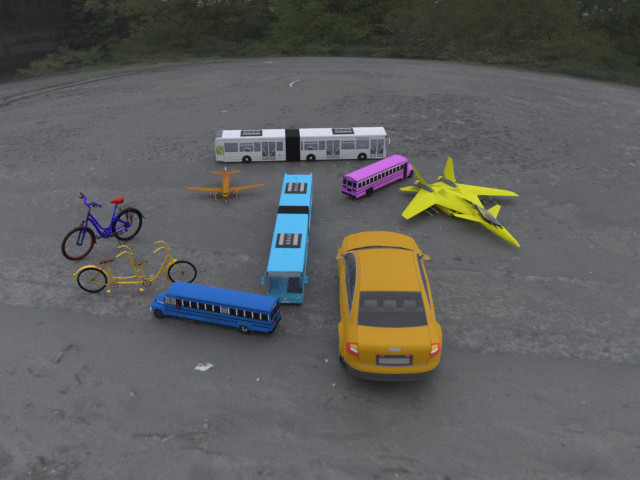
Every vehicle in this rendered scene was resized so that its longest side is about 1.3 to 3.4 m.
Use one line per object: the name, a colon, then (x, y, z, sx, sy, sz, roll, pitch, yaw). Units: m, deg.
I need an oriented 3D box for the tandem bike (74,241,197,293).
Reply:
tandem bike: (-2.516, 0.379, 9.522, 1.642, 0.682, 0.283, -4, 28, -8)

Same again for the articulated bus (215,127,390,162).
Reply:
articulated bus: (-0.352, -1.892, 13.885, 3.401, 0.561, 0.605, -2, 28, -3)

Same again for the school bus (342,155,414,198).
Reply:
school bus: (1.098, -1.176, 12.684, 0.365, 0.434, 1.708, 25, 37, 38)

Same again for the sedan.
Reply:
sedan: (0.817, 0.587, 8.860, 1.235, 0.940, 3.137, 0, 28, 1)

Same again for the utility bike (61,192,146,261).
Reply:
utility bike: (-3.200, -0.259, 10.431, 0.535, 0.946, 1.435, 23, 36, 37)

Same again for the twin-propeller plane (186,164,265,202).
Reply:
twin-propeller plane: (-1.674, -1.019, 12.420, 1.370, 0.407, 1.095, -3, 28, -6)

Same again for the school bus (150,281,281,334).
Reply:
school bus: (-1.357, 0.847, 8.911, 1.708, 0.434, 0.365, 8, 29, 15)

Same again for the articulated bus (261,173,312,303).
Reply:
articulated bus: (-0.418, -0.147, 10.631, 0.605, 0.561, 3.401, 1, 28, 1)

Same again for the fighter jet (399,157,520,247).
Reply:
fighter jet: (2.464, -0.619, 11.516, 2.229, 0.557, 2.640, -12, 30, -21)
